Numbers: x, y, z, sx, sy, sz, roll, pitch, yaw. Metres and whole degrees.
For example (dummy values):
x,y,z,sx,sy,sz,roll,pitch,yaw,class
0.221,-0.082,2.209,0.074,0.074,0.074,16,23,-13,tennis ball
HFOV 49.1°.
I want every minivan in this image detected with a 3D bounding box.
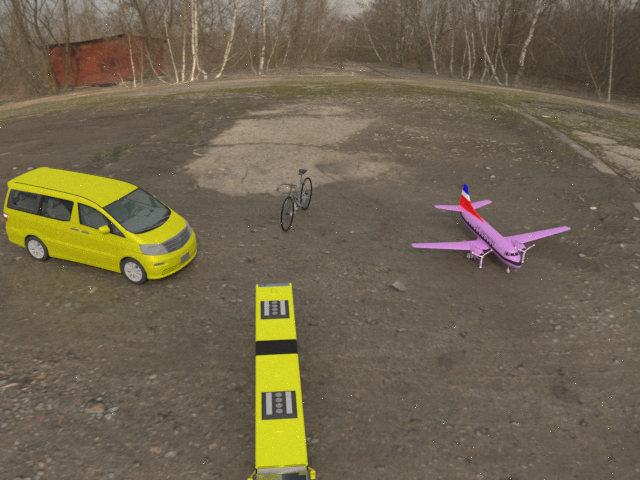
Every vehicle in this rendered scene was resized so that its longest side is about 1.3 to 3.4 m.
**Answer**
x,y,z,sx,sy,sz,roll,pitch,yaw,class
-3.372,-0.283,10.750,3.011,1.197,1.324,11,28,21,minivan

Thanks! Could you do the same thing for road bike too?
x,y,z,sx,sy,sz,roll,pitch,yaw,class
-0.395,-0.748,12.094,0.358,0.852,1.545,8,27,16,road bike

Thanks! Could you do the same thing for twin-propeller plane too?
x,y,z,sx,sy,sz,roll,pitch,yaw,class
2.639,-0.188,11.018,2.663,0.792,2.129,-6,27,-13,twin-propeller plane

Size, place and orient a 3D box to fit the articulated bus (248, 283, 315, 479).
x,y,z,sx,sy,sz,roll,pitch,yaw,class
-0.477,1.515,7.797,0.605,0.561,3.401,-2,26,-4,articulated bus
